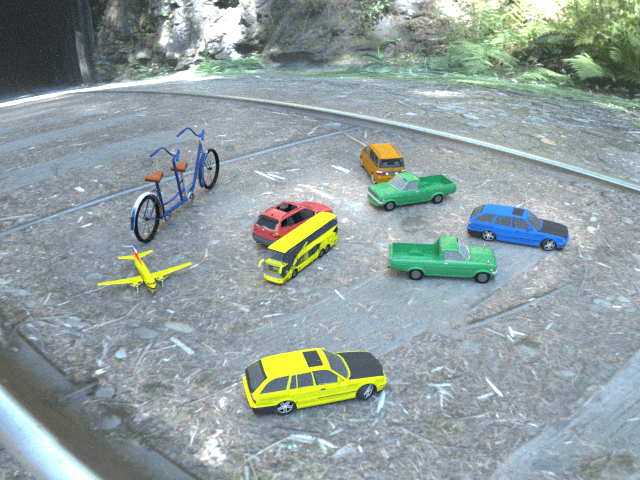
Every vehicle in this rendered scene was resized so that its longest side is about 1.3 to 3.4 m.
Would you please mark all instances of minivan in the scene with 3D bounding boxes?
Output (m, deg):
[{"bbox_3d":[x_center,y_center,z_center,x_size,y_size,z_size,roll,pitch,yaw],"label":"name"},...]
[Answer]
[{"bbox_3d":[1.228,-1.594,13.926,0.681,0.616,1.548,-5,27,-9],"label":"minivan"}]

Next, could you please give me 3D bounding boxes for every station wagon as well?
[{"bbox_3d":[3.230,-0.241,11.383,1.597,0.473,0.682,10,28,19],"label":"station wagon"},{"bbox_3d":[-0.047,1.516,7.873,1.597,0.473,0.682,-7,27,-14],"label":"station wagon"}]

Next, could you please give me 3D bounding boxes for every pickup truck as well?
[{"bbox_3d":[1.671,-0.948,12.753,1.603,0.511,0.640,-9,28,-18],"label":"pickup truck"},{"bbox_3d":[1.810,0.251,10.359,1.603,0.511,0.640,3,27,5],"label":"pickup truck"}]

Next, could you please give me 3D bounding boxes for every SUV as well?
[{"bbox_3d":[-0.423,-0.339,11.458,0.656,0.580,1.572,19,32,33],"label":"SUV"}]

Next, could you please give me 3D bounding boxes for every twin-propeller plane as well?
[{"bbox_3d":[-2.553,0.417,10.141,1.370,0.407,1.095,-13,29,-24],"label":"twin-propeller plane"}]

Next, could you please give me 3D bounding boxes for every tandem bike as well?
[{"bbox_3d":[-2.446,-1.069,12.084,0.550,1.326,3.192,8,28,15],"label":"tandem bike"}]

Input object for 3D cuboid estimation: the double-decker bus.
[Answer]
[{"bbox_3d":[-0.281,0.113,10.600,0.389,0.541,1.672,15,30,28],"label":"double-decker bus"}]
